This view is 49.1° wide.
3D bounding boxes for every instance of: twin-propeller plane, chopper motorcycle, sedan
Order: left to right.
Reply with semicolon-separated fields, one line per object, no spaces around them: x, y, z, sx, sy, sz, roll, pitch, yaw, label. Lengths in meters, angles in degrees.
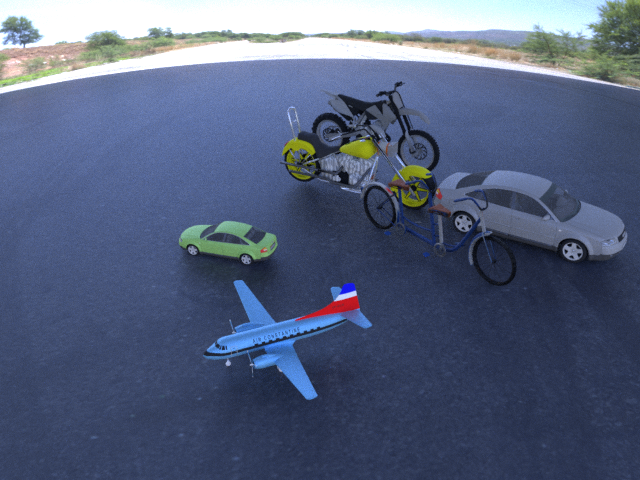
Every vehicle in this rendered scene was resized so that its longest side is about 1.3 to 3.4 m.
-1.477;-0.020;11.122;1.613;0.483;0.635;9;30;16;sedan
-0.449;1.075;8.828;2.129;0.792;2.663;-12;31;-21;twin-propeller plane
0.658;-1.506;12.777;3.040;1.480;0.906;14;32;24;chopper motorcycle
3.440;-0.523;11.560;3.137;0.940;1.235;17;33;28;sedan

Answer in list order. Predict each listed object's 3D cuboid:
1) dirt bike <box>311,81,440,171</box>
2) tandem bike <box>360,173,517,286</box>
1.081;-2.301;14.019;2.903;1.666;1.024;17;33;28;dirt bike
1.751;-0.372;10.889;0.550;1.326;3.192;-23;36;-35;tandem bike
